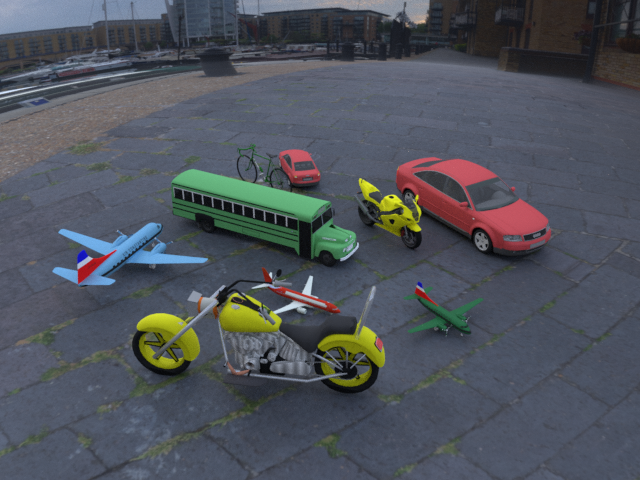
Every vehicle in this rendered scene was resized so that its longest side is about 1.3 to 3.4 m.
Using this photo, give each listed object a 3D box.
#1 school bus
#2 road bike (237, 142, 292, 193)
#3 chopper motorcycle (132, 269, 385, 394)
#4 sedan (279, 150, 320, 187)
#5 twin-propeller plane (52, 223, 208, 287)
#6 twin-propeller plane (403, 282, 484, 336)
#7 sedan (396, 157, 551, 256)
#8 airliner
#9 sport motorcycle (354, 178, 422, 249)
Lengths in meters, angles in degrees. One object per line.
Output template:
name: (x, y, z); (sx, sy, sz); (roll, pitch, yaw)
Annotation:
school bus: (-0.935, -0.409, 11.488); (3.322, 0.844, 0.709); (15, 32, 25)
road bike: (-1.065, -1.307, 13.128); (1.545, 0.852, 0.358); (25, 37, 38)
chopper motorcycle: (-0.753, 1.053, 8.141); (3.040, 1.480, 0.906); (5, 29, 9)
sedan: (-0.423, -1.509, 13.882); (0.635, 0.483, 1.613); (-7, 29, -12)
twin-propeller plane: (-2.983, 0.111, 10.588); (2.663, 0.792, 2.129); (10, 30, 18)
twin-propeller plane: (1.650, 0.942, 9.466); (1.370, 0.407, 1.095); (-19, 34, -30)
sedan: (2.559, -0.728, 11.973); (1.235, 0.940, 3.137); (-17, 33, -28)
airliner: (-0.286, 0.729, 9.834); (1.307, 0.429, 1.161); (15, 32, 26)
sport motorcycle: (1.141, -0.445, 11.577); (0.506, 0.821, 1.520); (-20, 34, -32)
